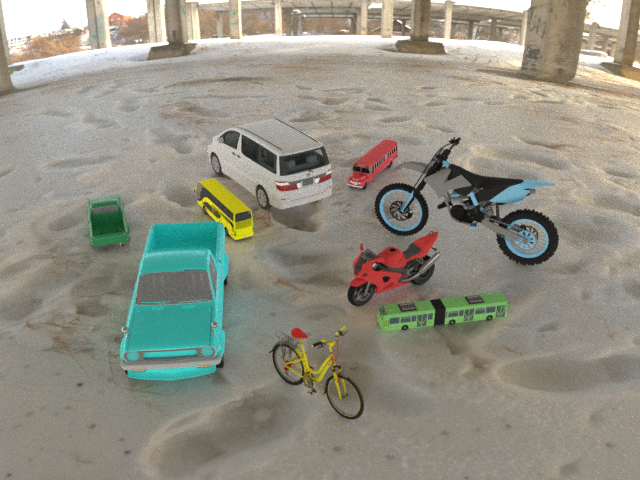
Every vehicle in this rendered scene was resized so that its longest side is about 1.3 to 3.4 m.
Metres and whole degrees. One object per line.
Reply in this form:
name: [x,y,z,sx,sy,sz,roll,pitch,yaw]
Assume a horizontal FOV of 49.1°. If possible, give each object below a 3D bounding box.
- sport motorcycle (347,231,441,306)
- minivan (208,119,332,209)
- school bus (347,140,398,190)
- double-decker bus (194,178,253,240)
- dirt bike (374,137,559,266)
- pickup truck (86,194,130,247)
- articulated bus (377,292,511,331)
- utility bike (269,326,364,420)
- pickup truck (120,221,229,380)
sport motorcycle: [1.021,0.394,9.718,1.520,0.821,0.506,-17,33,-28]
minivan: [-1.012,-1.557,12.890,1.324,1.197,3.011,-18,33,-29]
school bus: [1.028,-1.468,13.522,0.365,0.434,1.708,14,32,24]
double-decker bus: [-1.626,-0.551,11.736,0.389,0.541,1.672,-16,32,-27]
dirt bike: [2.184,-0.582,10.620,2.903,1.666,1.024,14,32,23]
pickup truck: [-3.478,-0.361,11.421,0.640,0.511,1.603,-9,30,-16]
articulated bus: [1.640,0.947,9.263,1.749,0.289,0.311,-5,29,-10]
utility bike: [-0.028,1.362,7.820,1.435,0.946,0.535,24,36,36]
pickup truck: [-1.844,0.579,9.200,1.244,0.993,3.117,-3,29,-5]
